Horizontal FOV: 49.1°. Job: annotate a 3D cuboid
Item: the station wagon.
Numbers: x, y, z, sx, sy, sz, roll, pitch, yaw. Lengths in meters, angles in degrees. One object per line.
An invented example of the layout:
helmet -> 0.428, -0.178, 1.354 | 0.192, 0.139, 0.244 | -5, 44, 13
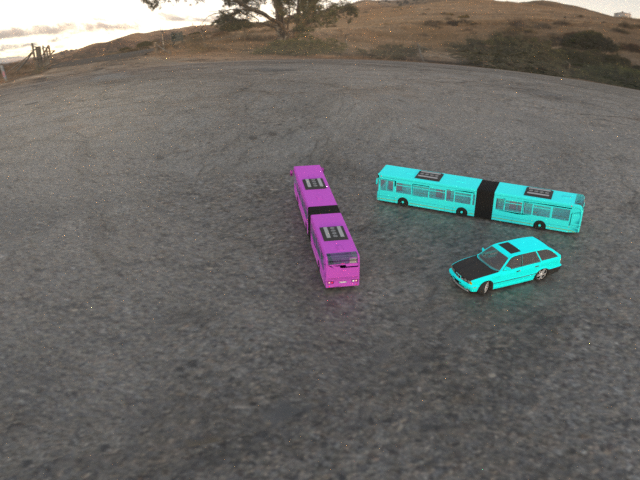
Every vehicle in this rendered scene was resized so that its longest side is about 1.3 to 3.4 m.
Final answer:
station wagon -> 2.602, 0.317, 9.831 | 1.597, 0.473, 0.682 | -11, 30, -20

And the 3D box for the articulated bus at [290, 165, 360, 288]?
articulated bus -> 0.039, -0.325, 10.953 | 0.605, 0.561, 3.401 | -4, 28, -8

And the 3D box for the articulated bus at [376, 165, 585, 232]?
articulated bus -> 2.593, -0.708, 11.679 | 3.401, 0.561, 0.605 | 11, 30, 20
